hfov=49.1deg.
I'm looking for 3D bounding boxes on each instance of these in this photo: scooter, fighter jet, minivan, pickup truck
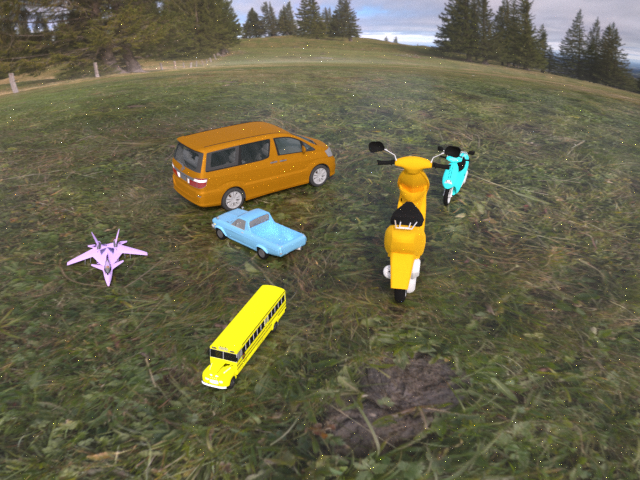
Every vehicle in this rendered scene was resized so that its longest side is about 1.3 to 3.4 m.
[{"bbox_3d":[2.423,-1.247,12.484,0.662,0.919,1.399,11,29,20],"label":"scooter"},{"bbox_3d":[-3.114,0.261,10.242,1.147,0.286,1.358,-7,28,-14],"label":"fighter jet"},{"bbox_3d":[-1.117,-1.460,12.594,3.011,1.197,1.324,-19,33,-32],"label":"minivan"},{"bbox_3d":[-0.963,-0.159,10.815,1.603,0.511,0.640,23,35,37],"label":"pickup truck"},{"bbox_3d":[1.262,-0.405,9.898,1.288,1.786,2.721,5,28,9],"label":"scooter"}]

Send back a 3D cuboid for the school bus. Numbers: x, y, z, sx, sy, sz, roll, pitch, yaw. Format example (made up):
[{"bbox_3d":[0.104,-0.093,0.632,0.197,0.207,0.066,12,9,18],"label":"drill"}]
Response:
[{"bbox_3d":[-0.888,1.136,8.379,0.365,0.434,1.708,10,29,18],"label":"school bus"}]
